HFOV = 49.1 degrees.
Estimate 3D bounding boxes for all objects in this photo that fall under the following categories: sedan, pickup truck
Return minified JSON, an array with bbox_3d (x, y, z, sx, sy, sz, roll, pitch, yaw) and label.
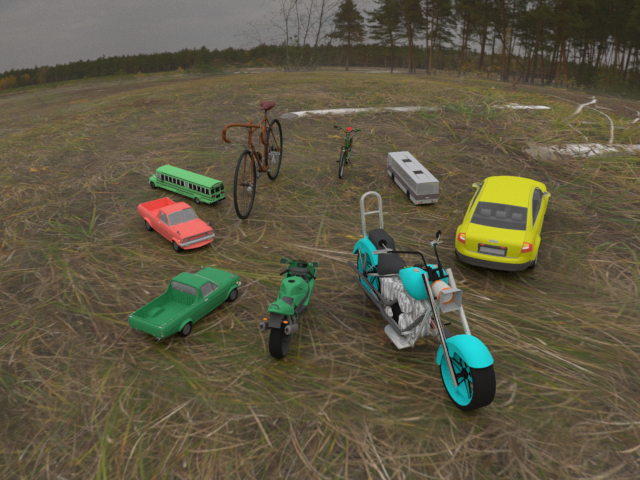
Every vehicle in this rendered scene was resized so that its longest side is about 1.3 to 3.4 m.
[{"bbox_3d":[2.916,-0.471,10.963,1.235,0.940,3.137,9,28,18],"label":"sedan"},{"bbox_3d":[-1.696,0.746,8.963,0.640,0.511,1.603,14,30,27],"label":"pickup truck"},{"bbox_3d":[-2.315,-0.323,11.148,0.640,0.511,1.603,-19,32,-33],"label":"pickup truck"}]

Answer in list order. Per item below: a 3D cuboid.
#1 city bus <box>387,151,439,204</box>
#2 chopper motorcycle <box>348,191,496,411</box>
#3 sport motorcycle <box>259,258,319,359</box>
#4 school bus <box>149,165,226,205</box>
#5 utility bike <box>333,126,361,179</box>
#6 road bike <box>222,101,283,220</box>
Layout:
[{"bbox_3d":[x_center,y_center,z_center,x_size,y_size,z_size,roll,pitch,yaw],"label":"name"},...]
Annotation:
[{"bbox_3d":[1.685,-1.141,12.877,0.476,0.460,1.674,-6,27,-11],"label":"city bus"},{"bbox_3d":[1.124,0.601,8.157,0.906,1.480,3.040,-10,28,-19],"label":"chopper motorcycle"},{"bbox_3d":[-0.349,0.782,8.536,0.506,0.821,1.520,6,27,12],"label":"sport motorcycle"},{"bbox_3d":[-2.443,-1.013,12.646,1.708,0.434,0.365,19,32,33],"label":"school bus"},{"bbox_3d":[0.552,-1.814,13.700,0.535,0.946,1.435,4,26,9],"label":"utility bike"},{"bbox_3d":[-1.054,-1.535,12.322,0.697,1.656,3.004,5,27,10],"label":"road bike"}]
